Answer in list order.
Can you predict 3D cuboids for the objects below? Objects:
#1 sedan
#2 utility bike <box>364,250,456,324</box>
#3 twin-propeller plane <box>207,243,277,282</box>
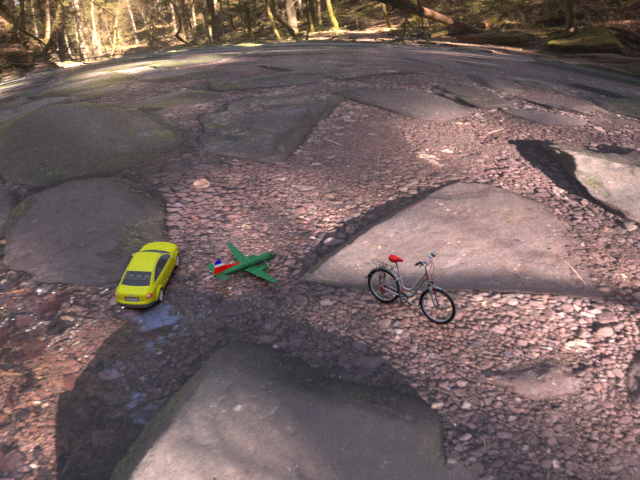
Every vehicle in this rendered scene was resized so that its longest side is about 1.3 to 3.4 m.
[{"bbox_3d":[-2.516,0.422,10.293,0.635,0.483,1.613,3,31,4],"label":"sedan"},{"bbox_3d":[1.254,0.560,9.603,1.435,0.946,0.535,20,36,30],"label":"utility bike"},{"bbox_3d":[-1.120,0.331,10.522,1.095,0.407,1.370,-21,36,-31],"label":"twin-propeller plane"}]
